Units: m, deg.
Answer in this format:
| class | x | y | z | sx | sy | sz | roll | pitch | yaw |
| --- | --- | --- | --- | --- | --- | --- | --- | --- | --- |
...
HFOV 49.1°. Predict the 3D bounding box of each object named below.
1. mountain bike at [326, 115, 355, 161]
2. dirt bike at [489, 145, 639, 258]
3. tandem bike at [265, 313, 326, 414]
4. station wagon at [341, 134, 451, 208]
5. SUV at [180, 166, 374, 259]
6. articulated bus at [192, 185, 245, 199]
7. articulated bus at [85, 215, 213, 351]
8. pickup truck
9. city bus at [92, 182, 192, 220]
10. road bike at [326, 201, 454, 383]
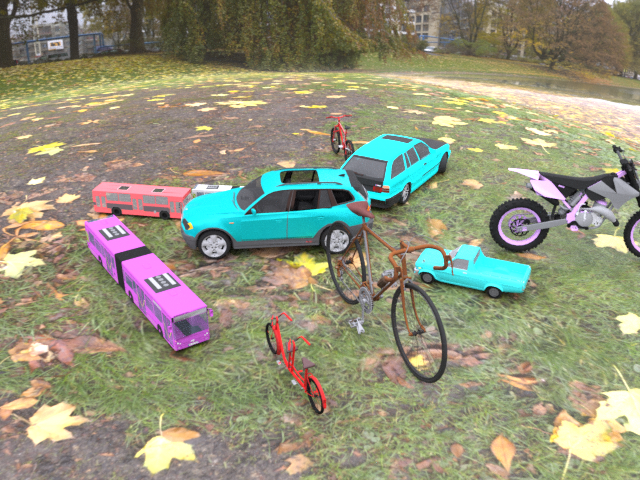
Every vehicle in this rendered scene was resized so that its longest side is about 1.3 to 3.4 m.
| class | x | y | z | sx | sy | sz | roll | pitch | yaw |
| --- | --- | --- | --- | --- | --- | --- | --- | --- | --- |
| mountain bike | 0.471 | -2.100 | 14.648 | 0.573 | 0.868 | 1.469 | -8 | 27 | -15 |
| dirt bike | 4.069 | -0.506 | 10.523 | 2.903 | 1.666 | 1.024 | 4 | 27 | 8 |
| tandem bike | -0.306 | 1.320 | 7.939 | 0.283 | 0.682 | 1.642 | -12 | 29 | -23 |
| station wagon | 1.493 | -1.530 | 13.436 | 1.327 | 0.920 | 3.105 | 15 | 30 | 28 |
| SUV | -0.679 | -0.499 | 11.116 | 3.058 | 1.128 | 1.276 | -2 | 26 | -5 |
| articulated bus | -1.437 | -0.810 | 12.693 | 1.749 | 0.289 | 0.311 | 3 | 26 | 5 |
| articulated bus | -2.498 | 0.485 | 9.765 | 0.605 | 0.561 | 3.401 | -17 | 31 | -30 |
| pickup truck | 2.174 | 0.393 | 10.008 | 1.603 | 0.511 | 0.640 | 12 | 29 | 22 |
| city bus | -3.089 | -0.674 | 12.224 | 1.674 | 0.460 | 0.476 | 5 | 27 | 9 |
| road bike | 0.723 | 0.458 | 8.585 | 0.697 | 1.656 | 3.004 | -11 | 29 | -22 |
